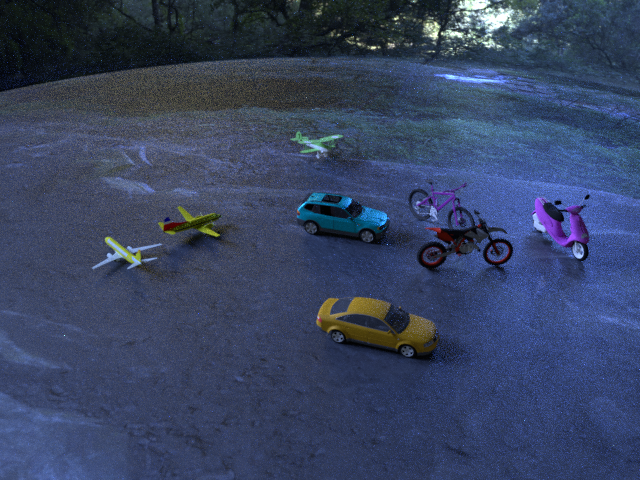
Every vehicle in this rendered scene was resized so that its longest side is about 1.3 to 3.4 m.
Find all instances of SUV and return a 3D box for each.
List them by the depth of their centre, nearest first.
[{"bbox_3d":[0.378,-0.415,11.723,1.572,0.580,0.656,9,30,16],"label":"SUV"}]

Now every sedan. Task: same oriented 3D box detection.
[{"bbox_3d":[0.753,1.074,9.120,1.613,0.483,0.635,10,30,17],"label":"sedan"}]

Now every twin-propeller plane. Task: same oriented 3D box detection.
[{"bbox_3d":[-2.132,-0.322,11.733,1.095,0.407,1.370,-20,35,-32],"label":"twin-propeller plane"}]

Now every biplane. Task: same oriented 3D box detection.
[{"bbox_3d":[-0.096,-2.022,14.720,1.090,0.504,1.336,23,36,35],"label":"biplane"}]

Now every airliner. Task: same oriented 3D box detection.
[{"bbox_3d":[-3.076,0.109,10.927,1.161,0.429,1.307,-22,36,-35],"label":"airliner"}]

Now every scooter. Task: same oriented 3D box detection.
[{"bbox_3d":[3.868,-0.330,11.218,0.662,0.919,1.399,-11,31,-18],"label":"scooter"}]

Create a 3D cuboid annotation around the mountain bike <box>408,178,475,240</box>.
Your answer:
[{"bbox_3d":[2.027,-0.580,11.725,0.573,0.868,1.469,-22,35,-34],"label":"mountain bike"}]

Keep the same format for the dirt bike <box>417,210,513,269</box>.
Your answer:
[{"bbox_3d":[2.218,0.038,10.614,1.493,0.857,0.527,-2,29,-4],"label":"dirt bike"}]
